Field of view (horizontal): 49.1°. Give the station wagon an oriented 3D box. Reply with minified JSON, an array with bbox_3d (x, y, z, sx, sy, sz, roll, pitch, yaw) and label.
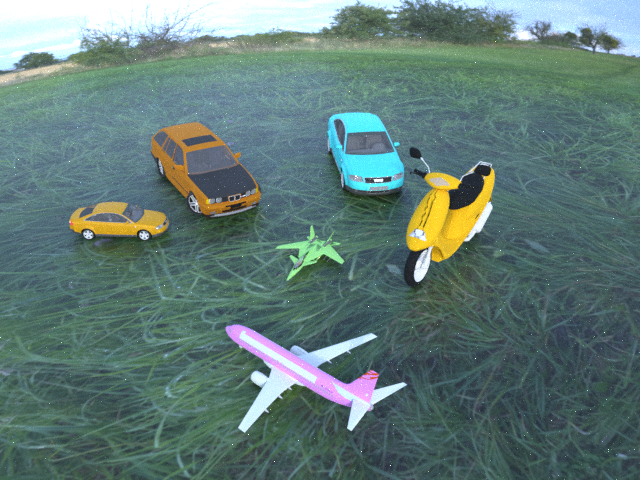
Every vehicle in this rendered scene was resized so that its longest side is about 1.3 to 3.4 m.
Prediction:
[{"bbox_3d":[-2.192,-1.419,13.074,1.327,0.920,3.105,-15,33,-25],"label":"station wagon"}]

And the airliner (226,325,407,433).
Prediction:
[{"bbox_3d":[-0.286,1.359,8.256,2.541,0.835,2.257,24,38,36],"label":"airliner"}]

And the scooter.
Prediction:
[{"bbox_3d":[2.021,-0.541,10.646,1.288,1.786,2.721,19,35,30],"label":"scooter"}]

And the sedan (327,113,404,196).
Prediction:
[{"bbox_3d":[0.862,-1.849,13.816,1.235,0.940,3.137,-4,30,-6],"label":"sedan"}]

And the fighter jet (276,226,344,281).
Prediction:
[{"bbox_3d":[-0.210,0.217,10.829,1.147,0.286,1.358,12,32,21],"label":"fighter jet"}]

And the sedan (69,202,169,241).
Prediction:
[{"bbox_3d":[-3.330,-0.345,11.621,1.613,0.483,0.635,1,30,2],"label":"sedan"}]
